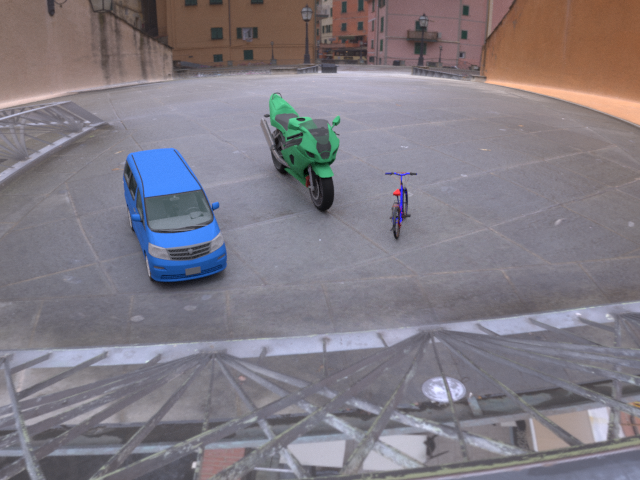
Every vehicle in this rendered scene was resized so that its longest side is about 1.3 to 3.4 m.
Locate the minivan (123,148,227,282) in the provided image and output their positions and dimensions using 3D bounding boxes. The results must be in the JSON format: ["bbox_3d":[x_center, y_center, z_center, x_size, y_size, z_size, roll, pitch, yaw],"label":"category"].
[{"bbox_3d":[-2.366,-0.459,11.075,1.324,1.197,3.011,-10,28,-19],"label":"minivan"}]

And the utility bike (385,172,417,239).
[{"bbox_3d":[1.306,-0.642,11.725,0.535,0.946,1.435,7,27,13],"label":"utility bike"}]

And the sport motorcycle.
[{"bbox_3d":[-0.376,-1.711,13.143,0.983,1.596,2.955,-10,28,-20],"label":"sport motorcycle"}]
